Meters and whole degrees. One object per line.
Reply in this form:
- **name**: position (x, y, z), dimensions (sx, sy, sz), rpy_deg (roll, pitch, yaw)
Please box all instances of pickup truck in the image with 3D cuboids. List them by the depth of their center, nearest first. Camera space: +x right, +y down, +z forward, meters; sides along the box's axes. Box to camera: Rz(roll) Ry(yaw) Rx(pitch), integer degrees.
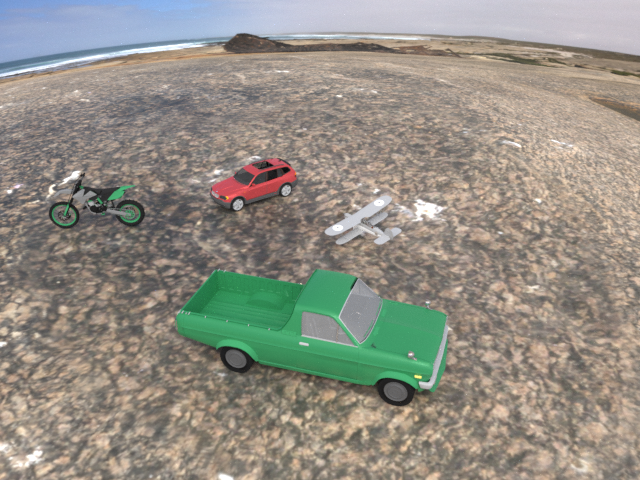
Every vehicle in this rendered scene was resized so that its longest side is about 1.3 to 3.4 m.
- **pickup truck**: position (-0.075, 0.944, 8.144), dimensions (3.117, 0.993, 1.244), rpy_deg (9, 30, 15)

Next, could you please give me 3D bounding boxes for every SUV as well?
- **SUV**: position (-1.137, -0.997, 12.096), dimensions (1.572, 0.580, 0.656), rpy_deg (-19, 34, -31)

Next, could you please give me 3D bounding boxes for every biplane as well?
- **biplane**: position (0.711, -0.200, 10.727), dimensions (1.336, 0.504, 1.090), rpy_deg (-23, 36, -35)

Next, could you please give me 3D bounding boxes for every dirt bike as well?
- **dirt bike**: position (-3.548, -0.581, 11.054), dimensions (1.493, 0.857, 0.527), rpy_deg (-2, 29, -4)
